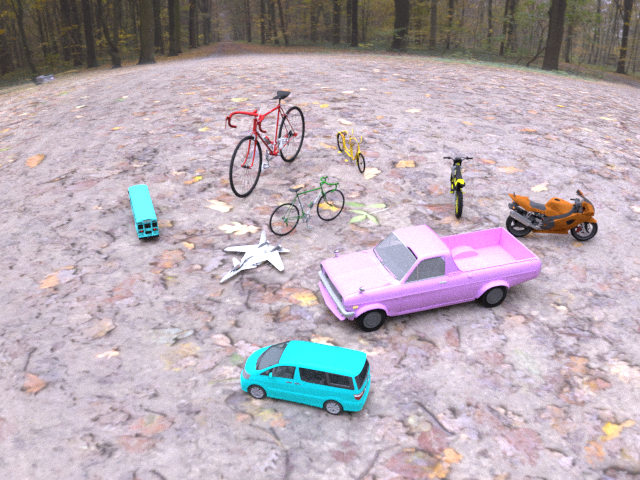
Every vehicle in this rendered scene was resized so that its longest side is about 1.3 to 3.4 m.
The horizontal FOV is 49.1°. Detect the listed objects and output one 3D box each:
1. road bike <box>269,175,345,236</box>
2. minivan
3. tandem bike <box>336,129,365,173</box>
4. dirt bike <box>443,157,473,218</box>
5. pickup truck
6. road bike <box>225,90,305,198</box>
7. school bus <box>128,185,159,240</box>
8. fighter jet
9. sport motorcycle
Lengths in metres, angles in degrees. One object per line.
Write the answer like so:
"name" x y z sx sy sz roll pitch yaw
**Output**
"road bike" -0.202 -0.585 11.896 1.545 0.852 0.358 -19 34 -30
"minivan" -0.186 1.566 8.312 1.548 0.616 0.681 8 30 14
"tandem bike" 0.633 -1.949 14.494 0.283 0.682 1.642 -9 31 -16
"dirt bike" 2.485 -1.047 12.711 0.527 0.857 1.493 2 29 4
"pickup truck" 1.566 0.383 10.031 3.117 0.993 1.244 -9 31 -16
"road bike" -0.970 -1.975 13.546 0.696 1.656 3.004 13 32 22
"school bus" -3.102 -0.538 12.238 0.365 0.434 1.708 -9 31 -16
"fighter jet" -1.109 0.281 10.933 1.147 0.286 1.358 18 34 29
"sport motorcycle" 3.842 -0.392 11.584 1.520 0.821 0.506 4 30 7
